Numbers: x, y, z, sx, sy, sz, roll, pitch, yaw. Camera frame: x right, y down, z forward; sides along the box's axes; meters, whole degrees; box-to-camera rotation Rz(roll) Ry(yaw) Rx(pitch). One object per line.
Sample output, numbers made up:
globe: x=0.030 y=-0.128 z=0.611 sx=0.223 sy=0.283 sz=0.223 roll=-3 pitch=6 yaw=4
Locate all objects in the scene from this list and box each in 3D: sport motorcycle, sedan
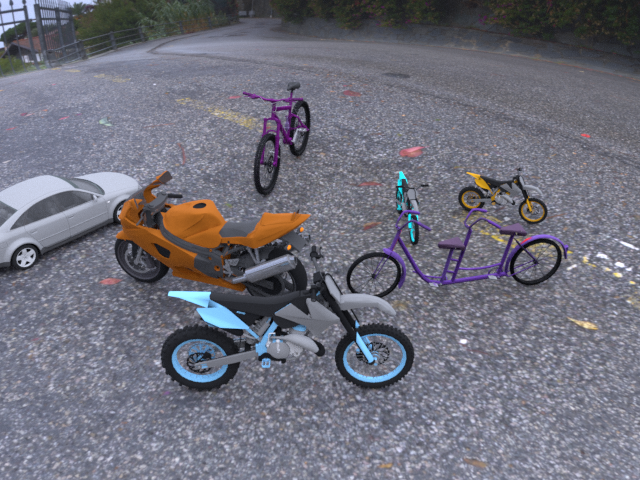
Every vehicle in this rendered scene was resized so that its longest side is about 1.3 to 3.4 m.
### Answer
sport motorcycle: x=-1.529 y=0.065 z=9.525 sx=2.955 sy=1.596 sz=0.983 roll=9 pitch=32 yaw=15
sedan: x=-4.241 y=-0.505 z=11.120 sx=1.235 sy=0.940 sz=3.137 roll=23 pitch=38 yaw=33

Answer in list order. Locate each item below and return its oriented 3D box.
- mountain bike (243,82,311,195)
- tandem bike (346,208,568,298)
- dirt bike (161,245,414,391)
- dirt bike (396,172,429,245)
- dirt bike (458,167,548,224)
mountain bike: x=-0.670 y=-2.029 z=12.945 sx=1.114 sy=1.688 sz=2.857 roll=9 pitch=32 yaw=15
tandem bike: x=1.933 y=0.171 z=9.611 sx=3.192 sy=1.326 sz=0.550 roll=-5 pitch=31 yaw=-8
dirt bike: x=-0.370 y=1.021 z=7.853 sx=2.903 sy=1.666 sz=1.024 roll=0 pitch=31 yaw=0
dirt bike: x=1.428 y=-0.580 z=11.327 sx=0.527 sy=0.857 sz=1.493 roll=-3 pitch=31 yaw=-5
dirt bike: x=3.046 y=-0.755 z=11.621 sx=1.493 sy=0.857 sz=0.527 roll=14 pitch=33 yaw=22
